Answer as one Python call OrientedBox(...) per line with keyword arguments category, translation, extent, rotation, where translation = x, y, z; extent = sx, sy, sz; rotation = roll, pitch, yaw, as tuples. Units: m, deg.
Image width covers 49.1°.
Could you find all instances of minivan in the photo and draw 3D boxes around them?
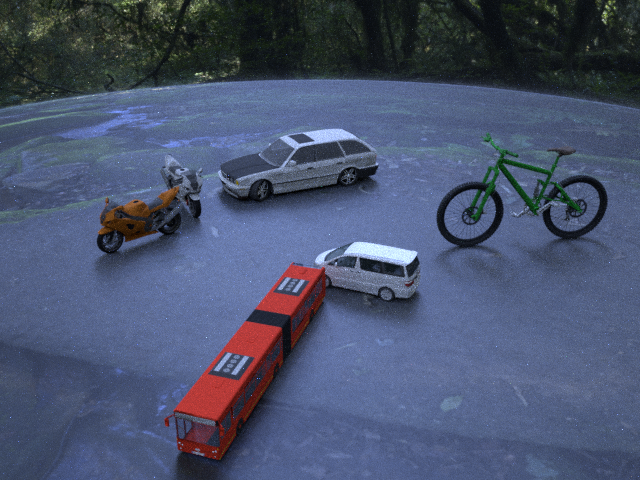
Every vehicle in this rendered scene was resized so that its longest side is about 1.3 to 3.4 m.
OrientedBox(category="minivan", translation=(0.626, 0.381, 9.880), extent=(1.548, 0.616, 0.681), rotation=(11, 27, 22))

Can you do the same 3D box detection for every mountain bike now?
OrientedBox(category="mountain bike", translation=(3.226, -0.736, 10.993), extent=(2.857, 1.688, 1.114), rotation=(-4, 26, -9))

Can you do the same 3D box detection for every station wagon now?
OrientedBox(category="station wagon", translation=(-0.428, -1.533, 13.586), extent=(3.105, 0.920, 1.327), rotation=(-12, 28, -23))

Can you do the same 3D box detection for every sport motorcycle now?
OrientedBox(category="sport motorcycle", translation=(-2.452, -0.979, 12.526), extent=(0.506, 0.821, 1.520), rotation=(-14, 29, -27))
OrientedBox(category="sport motorcycle", translation=(-2.870, -0.336, 11.160), extent=(1.520, 0.821, 0.506), rotation=(-22, 33, -38))

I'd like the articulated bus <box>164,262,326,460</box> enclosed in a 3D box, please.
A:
OrientedBox(category="articulated bus", translation=(-0.676, 1.222, 8.158), extent=(0.605, 0.561, 3.401), rotation=(8, 26, 16))
